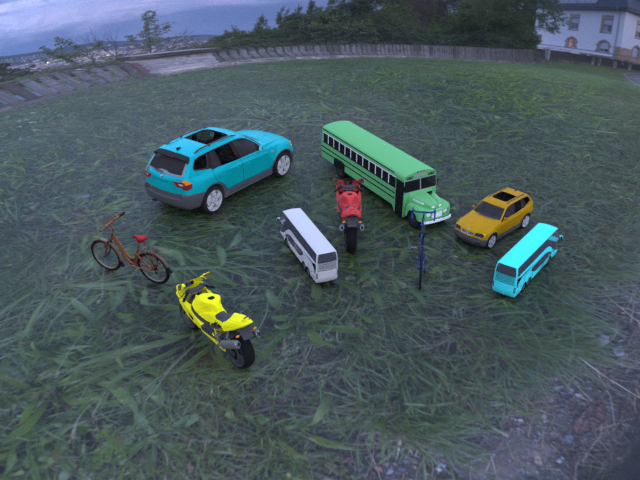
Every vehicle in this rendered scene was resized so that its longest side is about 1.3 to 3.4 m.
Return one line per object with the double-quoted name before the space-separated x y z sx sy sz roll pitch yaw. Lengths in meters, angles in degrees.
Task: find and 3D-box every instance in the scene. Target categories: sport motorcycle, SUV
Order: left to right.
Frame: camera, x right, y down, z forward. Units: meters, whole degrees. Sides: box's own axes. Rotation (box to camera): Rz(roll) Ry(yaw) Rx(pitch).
"sport motorcycle" -1.290 0.974 8.558 0.506 0.821 1.520 -24 37 -36
"SUV" -1.747 -1.469 12.619 1.276 1.128 3.058 19 35 31
"sport motorcycle" 0.468 -0.439 11.090 0.506 0.821 1.520 0 29 -1
"SUV" 2.820 -0.398 11.263 1.572 0.580 0.656 -25 38 -37

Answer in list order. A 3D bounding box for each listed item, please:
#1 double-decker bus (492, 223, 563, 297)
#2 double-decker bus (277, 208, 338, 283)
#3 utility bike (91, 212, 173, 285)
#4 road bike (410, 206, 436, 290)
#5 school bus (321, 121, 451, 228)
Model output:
"double-decker bus" 3.021 0.252 10.139 0.389 0.541 1.672 20 35 32
"double-decker bus" -0.202 0.038 10.523 0.389 0.541 1.672 -11 31 -19
"utility bike" -2.730 0.160 9.888 1.435 0.946 0.535 13 32 22
"road bike" 1.480 0.063 10.159 0.358 0.852 1.545 4 29 7
"school bus" 1.114 -1.236 12.494 0.709 0.844 3.322 -15 33 -25
